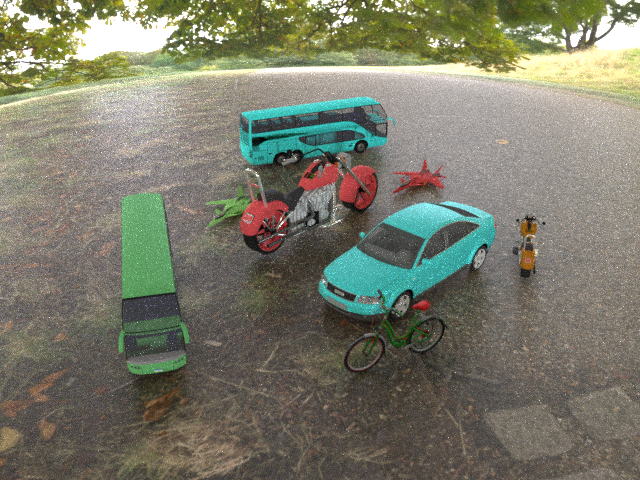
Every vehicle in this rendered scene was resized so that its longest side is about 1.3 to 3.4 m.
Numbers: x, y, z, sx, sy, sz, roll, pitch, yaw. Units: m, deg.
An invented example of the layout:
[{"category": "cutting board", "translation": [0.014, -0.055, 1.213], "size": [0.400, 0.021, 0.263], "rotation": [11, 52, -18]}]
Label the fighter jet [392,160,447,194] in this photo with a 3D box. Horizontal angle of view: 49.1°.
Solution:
[{"category": "fighter jet", "translation": [1.762, -1.147, 13.079], "size": [1.147, 0.286, 1.358], "rotation": [23, 35, 37]}]

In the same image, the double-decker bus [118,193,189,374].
[{"category": "double-decker bus", "translation": [-2.212, 0.470, 9.076], "size": [0.756, 1.052, 3.251], "rotation": [-7, 28, -13]}]

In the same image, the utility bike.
[{"category": "utility bike", "translation": [0.936, 1.053, 8.052], "size": [1.435, 0.946, 0.535], "rotation": [-13, 30, -23]}]

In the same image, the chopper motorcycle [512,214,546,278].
[{"category": "chopper motorcycle", "translation": [3.086, -0.040, 10.392], "size": [0.466, 0.761, 1.563], "rotation": [7, 28, 13]}]

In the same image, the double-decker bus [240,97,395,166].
[{"category": "double-decker bus", "translation": [-0.042, -2.263, 14.419], "size": [3.251, 1.052, 0.756], "rotation": [-12, 29, -22]}]

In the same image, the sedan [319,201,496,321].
[{"category": "sedan", "translation": [1.299, 0.133, 9.857], "size": [1.235, 0.940, 3.137], "rotation": [24, 35, 38]}]

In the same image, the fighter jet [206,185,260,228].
[{"category": "fighter jet", "translation": [-1.530, -0.545, 11.900], "size": [1.147, 0.286, 1.358], "rotation": [13, 30, 24]}]

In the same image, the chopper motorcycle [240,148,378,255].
[{"category": "chopper motorcycle", "translation": [-0.072, -0.801, 11.091], "size": [0.906, 1.480, 3.040], "rotation": [22, 34, 36]}]
